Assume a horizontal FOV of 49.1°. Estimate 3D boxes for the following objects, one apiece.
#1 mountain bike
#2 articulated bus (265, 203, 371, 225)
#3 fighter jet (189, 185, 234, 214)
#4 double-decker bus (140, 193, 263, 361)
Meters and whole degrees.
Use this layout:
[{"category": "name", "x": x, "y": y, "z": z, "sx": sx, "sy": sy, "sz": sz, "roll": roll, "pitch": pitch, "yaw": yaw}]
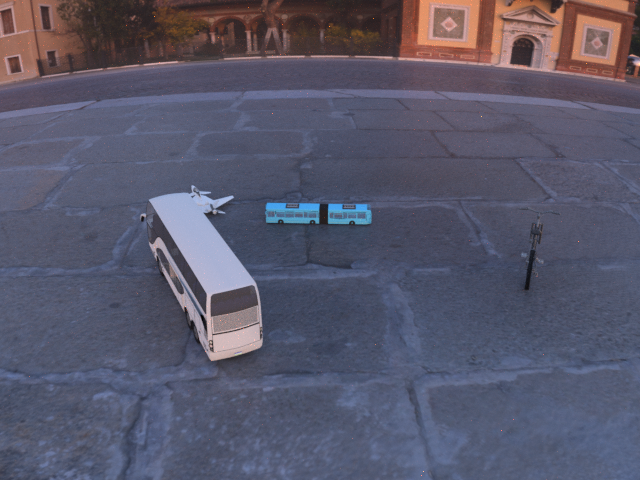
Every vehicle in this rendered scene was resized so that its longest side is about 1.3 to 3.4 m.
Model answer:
[{"category": "mountain bike", "x": 3.036, "y": 0.076, "z": 9.923, "sx": 0.573, "sy": 0.868, "sz": 1.469, "roll": 9, "pitch": 29, "yaw": 17}, {"category": "articulated bus", "x": -0.035, "y": -0.433, "z": 11.516, "sx": 1.749, "sy": 0.289, "sz": 0.311, "roll": 1, "pitch": 28, "yaw": 2}, {"category": "fighter jet", "x": -2.097, "y": -0.777, "z": 12.173, "sx": 1.147, "sy": 0.286, "sz": 1.358, "roll": -10, "pitch": 29, "yaw": -18}, {"category": "double-decker bus", "x": -1.634, "y": 0.326, "z": 9.249, "sx": 0.756, "sy": 1.052, "sz": 3.251, "roll": -12, "pitch": 30, "yaw": -22}]
